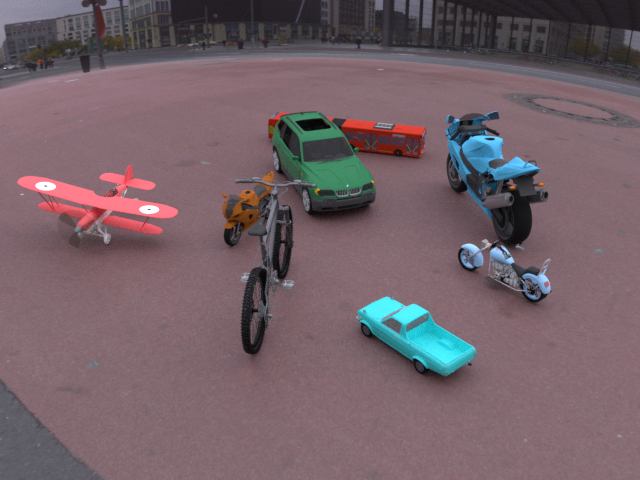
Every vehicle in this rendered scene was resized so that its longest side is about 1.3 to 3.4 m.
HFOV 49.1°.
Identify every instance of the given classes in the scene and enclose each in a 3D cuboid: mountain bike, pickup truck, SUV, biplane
[{"bbox_3d":[-0.670,0.194,9.388,1.114,1.688,2.857,4,30,7],"label":"mountain bike"},{"bbox_3d":[1.186,1.163,8.861,0.640,0.511,1.603,-22,36,-34],"label":"pickup truck"},{"bbox_3d":[-0.008,-1.525,13.030,1.276,1.128,3.058,-10,31,-17],"label":"SUV"},{"bbox_3d":[-3.473,-0.594,11.519,2.598,0.981,2.120,5,30,9],"label":"biplane"}]

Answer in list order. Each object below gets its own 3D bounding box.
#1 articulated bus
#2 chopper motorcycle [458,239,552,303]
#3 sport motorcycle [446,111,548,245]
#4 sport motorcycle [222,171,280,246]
[{"bbox_3d":[0.563,-2.254,14.913,3.401,0.561,0.605,9,30,15],"label":"articulated bus"},{"bbox_3d":[2.644,0.327,10.099,0.466,0.761,1.563,-22,36,-33],"label":"chopper motorcycle"},{"bbox_3d":[2.831,-1.134,11.854,0.983,1.596,2.955,-7,30,-12],"label":"sport motorcycle"},{"bbox_3d":[-1.156,-0.525,11.560,0.506,0.821,1.520,14,32,23],"label":"sport motorcycle"}]
